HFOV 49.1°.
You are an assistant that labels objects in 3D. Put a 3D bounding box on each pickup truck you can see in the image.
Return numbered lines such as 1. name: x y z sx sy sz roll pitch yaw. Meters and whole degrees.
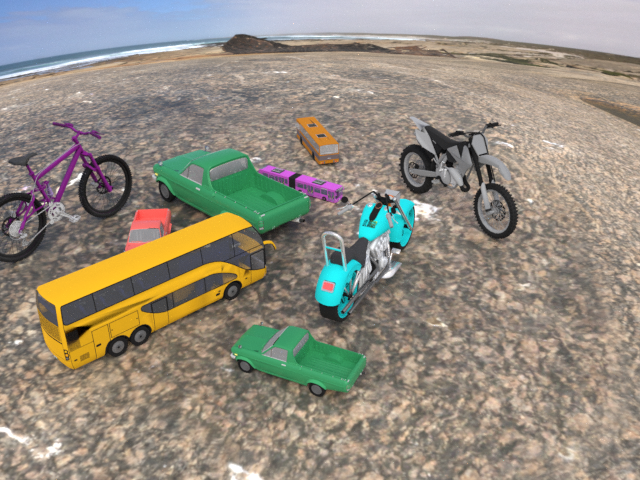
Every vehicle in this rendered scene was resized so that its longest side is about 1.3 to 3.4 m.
1. pickup truck: -0.268 1.371 8.353 1.603 0.511 0.640 13 32 22
2. pickup truck: -2.680 -0.072 10.921 0.640 0.511 1.603 -3 29 -5
3. pickup truck: -1.590 -0.941 11.973 1.244 0.993 3.117 -26 38 -38

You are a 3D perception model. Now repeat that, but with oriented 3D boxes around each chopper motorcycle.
1. chopper motorcycle: 0.748 -0.046 9.885 0.906 1.480 3.040 14 32 23

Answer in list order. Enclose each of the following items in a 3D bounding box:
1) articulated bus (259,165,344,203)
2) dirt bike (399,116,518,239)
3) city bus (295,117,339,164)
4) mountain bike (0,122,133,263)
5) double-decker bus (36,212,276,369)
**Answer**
1. articulated bus: -0.363 -1.037 12.863 1.749 0.289 0.311 18 34 29
2. dirt bike: 2.288 -1.200 11.747 1.024 1.666 2.903 -17 33 -27
3. city bus: -0.069 -2.054 14.497 0.476 0.460 1.674 -9 31 -15
4. mountain bike: -4.099 -0.807 11.026 1.114 1.688 2.857 18 34 29
5. double-decker bus: -2.046 0.552 9.258 3.251 1.052 0.756 -26 38 -37
